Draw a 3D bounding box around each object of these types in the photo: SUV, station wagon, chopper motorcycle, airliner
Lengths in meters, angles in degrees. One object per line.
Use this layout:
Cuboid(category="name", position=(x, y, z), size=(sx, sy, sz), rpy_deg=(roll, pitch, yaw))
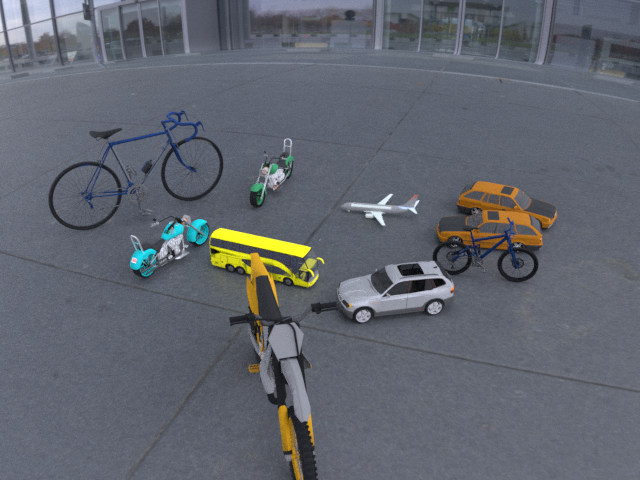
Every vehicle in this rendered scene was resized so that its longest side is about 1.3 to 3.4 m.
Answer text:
Cuboid(category="SUV", position=(1.005, 0.644, 9.301), size=(1.572, 0.580, 0.656), rpy_deg=(-5, 30, -9))
Cuboid(category="station wagon", position=(2.622, -0.180, 10.852), size=(1.597, 0.473, 0.682), rpy_deg=(5, 30, 8))
Cuboid(category="chopper motorcycle", position=(-0.843, -1.195, 12.342), size=(0.466, 0.761, 1.563), rpy_deg=(11, 32, 19))
Cuboid(category="station wagon", position=(3.111, -0.607, 11.602), size=(1.597, 0.473, 0.682), rpy_deg=(14, 33, 23))
Cuboid(category="airliner", position=(0.986, -0.613, 11.656), size=(1.307, 0.429, 1.161), rpy_deg=(6, 30, 10))
Cuboid(category="chopper motorcycle", position=(-2.186, -0.024, 10.288), size=(0.466, 0.761, 1.563), rpy_deg=(17, 34, 27))

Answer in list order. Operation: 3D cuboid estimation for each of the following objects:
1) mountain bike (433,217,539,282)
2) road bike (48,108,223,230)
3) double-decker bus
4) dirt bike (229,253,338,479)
Cuboid(category="mountain bike", position=(2.336, 0.168, 9.845), size=(1.469, 0.868, 0.573), rpy_deg=(6, 30, 10))
Cuboid(category="road bike", position=(-2.931, -1.164, 11.386), size=(3.004, 1.656, 0.697), rpy_deg=(-19, 35, -30))
Cuboid(category="double-decker bus", position=(-0.785, 0.259, 10.016), size=(1.672, 0.541, 0.389), rpy_deg=(12, 32, 20))
Cuboid(category="dirt bike", position=(-0.421, 1.215, 7.203), size=(1.024, 1.666, 2.903), rpy_deg=(-7, 31, -13))
